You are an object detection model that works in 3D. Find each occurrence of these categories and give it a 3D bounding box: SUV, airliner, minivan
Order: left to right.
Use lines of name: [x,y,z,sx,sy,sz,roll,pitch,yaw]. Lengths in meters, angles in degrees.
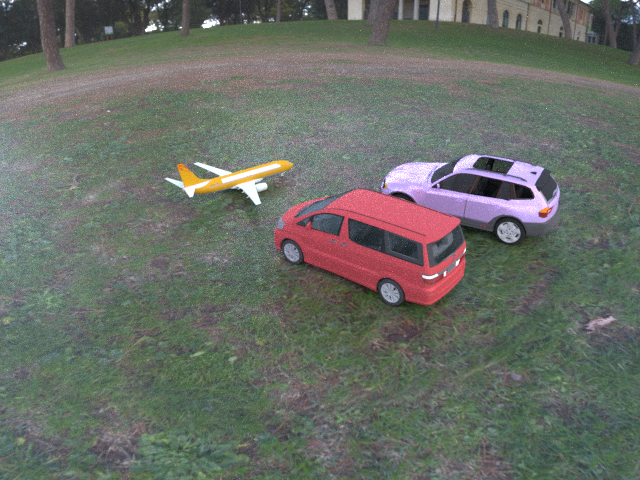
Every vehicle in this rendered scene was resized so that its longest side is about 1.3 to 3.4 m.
airliner: [-1.538,-1.323,13.119,2.541,0.835,2.257,-21,36,-32]
minivan: [0.670,-0.062,10.562,3.011,1.197,1.324,21,36,32]
SUV: [2.559,-0.869,12.035,3.058,1.128,1.276,14,33,23]
